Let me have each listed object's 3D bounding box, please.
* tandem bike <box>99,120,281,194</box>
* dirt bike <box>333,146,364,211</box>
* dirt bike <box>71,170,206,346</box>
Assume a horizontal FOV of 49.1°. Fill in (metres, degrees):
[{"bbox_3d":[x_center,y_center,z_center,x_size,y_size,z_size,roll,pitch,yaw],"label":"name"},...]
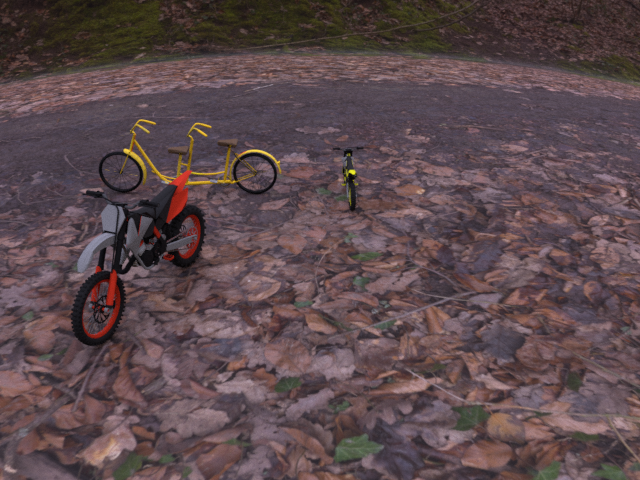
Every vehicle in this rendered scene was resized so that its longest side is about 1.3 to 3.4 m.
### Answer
[{"bbox_3d":[-2.269,-1.406,12.081,3.192,1.326,0.550,0,29,1],"label":"tandem bike"},{"bbox_3d":[0.497,-1.139,12.081,0.527,0.857,1.493,-2,29,-3],"label":"dirt bike"},{"bbox_3d":[-2.269,0.058,9.038,1.024,1.666,2.903,11,30,19],"label":"dirt bike"}]
